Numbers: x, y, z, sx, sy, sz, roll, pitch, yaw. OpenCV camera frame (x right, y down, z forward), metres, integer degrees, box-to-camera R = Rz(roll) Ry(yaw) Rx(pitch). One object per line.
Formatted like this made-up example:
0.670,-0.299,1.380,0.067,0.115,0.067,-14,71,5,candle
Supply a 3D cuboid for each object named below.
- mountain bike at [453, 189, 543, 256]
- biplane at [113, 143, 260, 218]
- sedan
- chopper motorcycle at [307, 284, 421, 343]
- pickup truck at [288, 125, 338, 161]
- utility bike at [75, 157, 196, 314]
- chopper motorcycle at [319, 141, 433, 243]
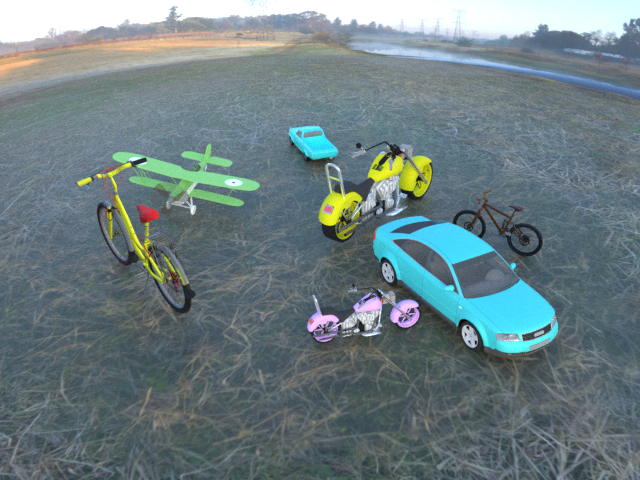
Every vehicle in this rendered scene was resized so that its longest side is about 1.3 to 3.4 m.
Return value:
2.815,-0.252,11.089,1.469,0.868,0.573,16,33,27,mountain bike
-2.255,-1.102,12.499,2.598,0.981,2.120,5,30,10,biplane
1.933,0.469,9.722,1.235,0.940,3.137,-16,33,-26,sedan
0.592,0.924,9.089,1.563,0.761,0.466,-9,30,-16,chopper motorcycle
-0.162,-2.089,14.752,0.640,0.511,1.603,-10,31,-18,pickup truck
-2.625,-0.075,9.774,1.039,1.839,2.791,-22,36,-34,utility bike
1.047,-1.013,11.826,0.906,1.480,3.040,22,36,34,chopper motorcycle
